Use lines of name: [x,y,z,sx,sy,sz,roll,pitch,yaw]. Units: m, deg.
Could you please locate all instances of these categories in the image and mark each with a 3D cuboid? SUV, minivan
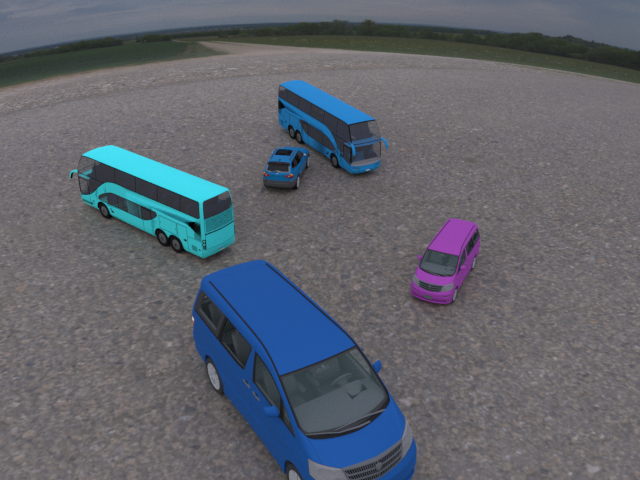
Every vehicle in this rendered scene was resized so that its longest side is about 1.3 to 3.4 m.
SUV: [-0.612,-1.426,12.898,0.656,0.580,1.572,5,29,9]
minivan: [1.773,0.279,9.771,0.681,0.616,1.548,14,32,23]
minivan: [-0.258,1.369,7.193,1.324,1.197,3.011,-17,33,-28]

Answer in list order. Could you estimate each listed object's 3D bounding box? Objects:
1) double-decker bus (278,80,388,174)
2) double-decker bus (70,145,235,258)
double-decker bus: [0.143,-2.277,13.954,0.756,1.052,3.251,-15,32,-25]
double-decker bus: [-2.690,-0.679,11.057,3.251,1.052,0.756,22,35,34]
